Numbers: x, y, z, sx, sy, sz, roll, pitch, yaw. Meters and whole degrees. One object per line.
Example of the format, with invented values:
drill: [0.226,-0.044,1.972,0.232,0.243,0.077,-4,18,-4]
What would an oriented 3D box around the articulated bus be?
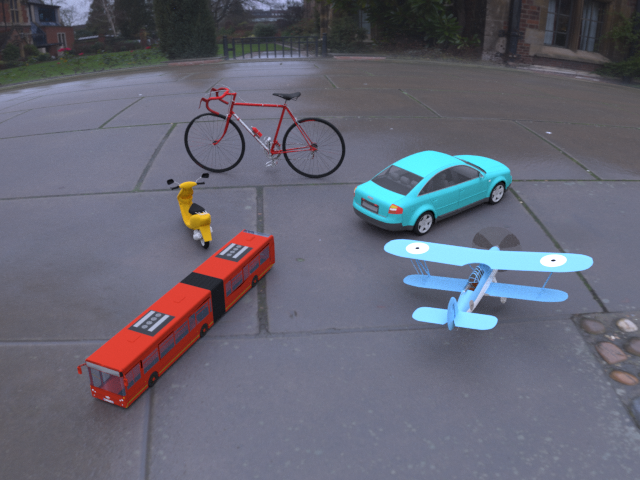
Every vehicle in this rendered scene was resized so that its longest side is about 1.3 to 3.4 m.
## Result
articulated bus: [-1.558,0.811,8.642,0.605,0.561,3.401,12,30,22]

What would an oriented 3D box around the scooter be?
scooter: [-1.938,-0.495,10.722,0.662,0.919,1.399,-13,30,-22]

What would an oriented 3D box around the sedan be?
sedan: [1.940,-0.957,11.570,3.137,0.940,1.235,-21,34,-34]

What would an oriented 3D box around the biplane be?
biplane: [1.887,0.552,8.682,2.598,0.981,2.120,14,31,24]

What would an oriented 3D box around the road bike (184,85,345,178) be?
road bike: [-1.028,-1.939,12.657,3.004,1.656,0.697,4,28,8]
